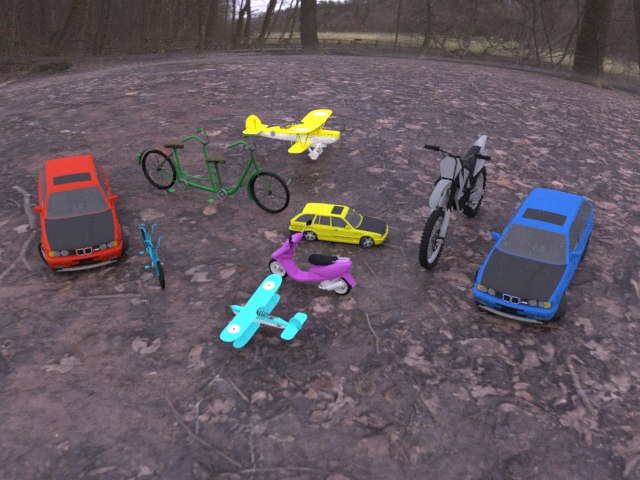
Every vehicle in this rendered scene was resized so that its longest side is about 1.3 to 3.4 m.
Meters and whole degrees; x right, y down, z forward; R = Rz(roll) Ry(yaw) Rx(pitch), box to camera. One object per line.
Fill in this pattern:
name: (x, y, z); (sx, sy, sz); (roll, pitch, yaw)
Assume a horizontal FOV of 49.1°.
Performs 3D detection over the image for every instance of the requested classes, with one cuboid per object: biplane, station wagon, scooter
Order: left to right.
station wagon: (-3.988, -0.570, 11.486); (1.327, 0.920, 3.105); (-10, 31, -18)
biplane: (-0.728, 1.019, 9.057); (1.090, 0.504, 1.336); (14, 32, 23)
biplane: (-0.495, -2.201, 14.359); (2.120, 0.981, 2.598); (6, 30, 11)
scooter: (-0.133, 0.274, 9.969); (1.399, 0.919, 0.662); (14, 32, 23)
station wagon: (0.318, -0.277, 11.420); (1.597, 0.473, 0.682); (7, 30, 12)
station wagon: (3.222, 0.081, 10.316); (1.327, 0.920, 3.105); (15, 32, 24)

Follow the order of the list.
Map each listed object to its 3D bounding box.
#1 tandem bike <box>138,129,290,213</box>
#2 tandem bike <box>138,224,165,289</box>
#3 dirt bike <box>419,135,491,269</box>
tandem bike: (-1.950, -1.304, 12.391); (3.192, 1.326, 0.550); (13, 32, 22)
tandem bike: (-2.530, 0.110, 10.510); (0.283, 0.682, 1.642); (-12, 31, -20)
dirt bike: (2.185, -0.749, 11.041); (1.024, 1.666, 2.903); (15, 32, 25)
